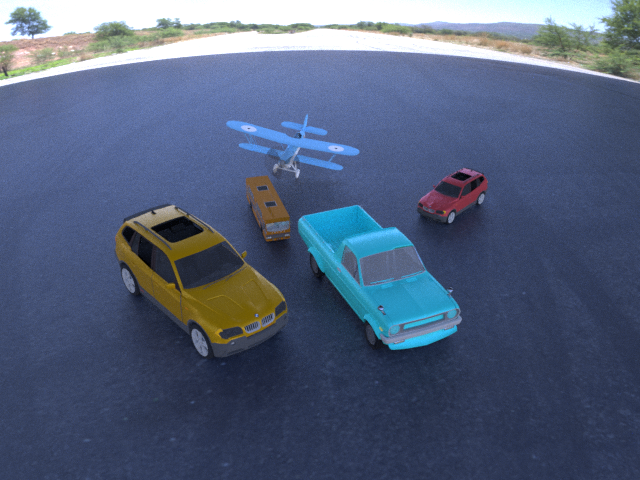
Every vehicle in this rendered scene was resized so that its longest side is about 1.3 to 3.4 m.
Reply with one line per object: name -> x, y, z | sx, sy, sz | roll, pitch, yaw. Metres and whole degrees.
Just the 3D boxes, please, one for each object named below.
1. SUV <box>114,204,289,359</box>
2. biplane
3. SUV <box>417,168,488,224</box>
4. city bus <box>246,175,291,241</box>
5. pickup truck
SUV -> -1.726, 0.448, 9.681 | 1.276, 1.128, 3.058 | -24, 38, -35
biplane -> -0.461, -1.873, 13.805 | 2.598, 0.981, 2.120 | 6, 31, 10
SUV -> 2.368, -0.818, 12.394 | 0.656, 0.580, 1.572 | 25, 38, 36
city bus -> -0.912, -0.550, 12.054 | 0.476, 0.460, 1.674 | -8, 31, -14
pickup truck -> 0.742, 0.342, 9.996 | 1.244, 0.993, 3.117 | -12, 32, -20
